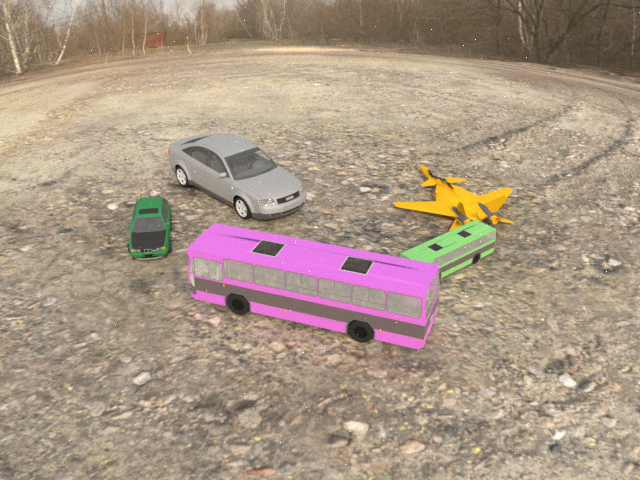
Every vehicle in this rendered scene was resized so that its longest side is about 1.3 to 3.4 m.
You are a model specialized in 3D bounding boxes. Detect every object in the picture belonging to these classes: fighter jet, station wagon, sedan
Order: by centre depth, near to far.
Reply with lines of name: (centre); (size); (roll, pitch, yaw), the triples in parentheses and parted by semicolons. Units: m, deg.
station wagon: (-2.705, -0.238, 11.154); (0.682, 0.473, 1.597); (-5, 30, -8)
fighter jet: (2.287, -0.975, 12.384); (2.229, 0.557, 2.640); (-8, 30, -14)
sedan: (-1.532, -1.278, 12.532); (1.235, 0.940, 3.137); (-24, 37, -36)

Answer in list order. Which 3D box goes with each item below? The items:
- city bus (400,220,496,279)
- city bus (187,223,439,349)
city bus: (1.901, 0.211, 10.366); (1.674, 0.460, 0.476); (-22, 36, -33)
city bus: (-0.119, 0.597, 9.232); (3.255, 0.894, 0.926); (10, 31, 18)
